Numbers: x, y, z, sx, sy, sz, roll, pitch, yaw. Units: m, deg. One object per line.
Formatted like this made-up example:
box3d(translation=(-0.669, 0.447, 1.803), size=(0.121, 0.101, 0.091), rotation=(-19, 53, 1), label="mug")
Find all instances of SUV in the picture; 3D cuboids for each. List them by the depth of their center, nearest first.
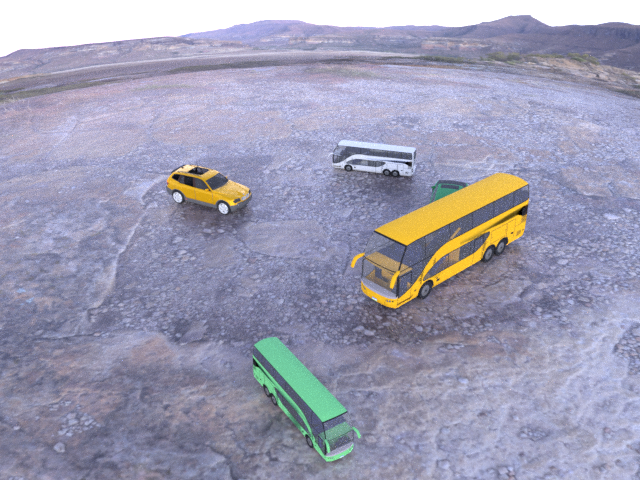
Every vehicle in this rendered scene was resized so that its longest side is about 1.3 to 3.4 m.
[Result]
box3d(translation=(-1.955, -0.923, 12.274), size=(1.572, 0.580, 0.656), rotation=(14, 32, 24), label="SUV")

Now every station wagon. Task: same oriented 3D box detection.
box3d(translation=(2.213, -0.716, 12.008), size=(0.682, 0.473, 1.597), rotation=(7, 29, 13), label="station wagon")

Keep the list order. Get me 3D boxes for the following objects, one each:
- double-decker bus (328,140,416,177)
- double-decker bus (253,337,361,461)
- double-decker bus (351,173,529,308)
box3d(translation=(1.015, -1.582, 13.518), size=(1.672, 0.541, 0.389), rotation=(8, 30, 15), label="double-decker bus")
box3d(translation=(-0.203, 1.693, 7.540), size=(0.389, 0.541, 1.672), rotation=(-17, 33, -28), label="double-decker bus")
box3d(translation=(1.859, -0.034, 10.162), size=(3.251, 1.052, 0.756), rotation=(-24, 37, -37), label="double-decker bus")
